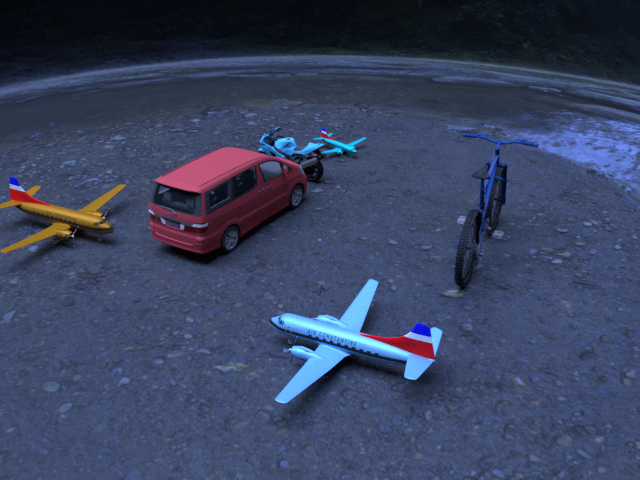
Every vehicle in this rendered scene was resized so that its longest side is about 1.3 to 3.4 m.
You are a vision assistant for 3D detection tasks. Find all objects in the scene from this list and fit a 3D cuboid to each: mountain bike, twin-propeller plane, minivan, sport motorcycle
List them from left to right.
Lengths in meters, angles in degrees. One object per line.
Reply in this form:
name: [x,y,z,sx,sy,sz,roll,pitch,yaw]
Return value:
twin-propeller plane: [-4.140,-0.483,11.108,2.129,0.792,2.663,13,31,22]
minivan: [-1.378,-0.830,11.325,1.324,1.197,3.011,16,32,27]
sport motorcycle: [-0.565,-1.603,13.165,1.520,0.821,0.506,17,32,28]
twin-propeller plane: [0.382,-1.988,14.321,1.370,0.407,1.095,-23,36,-36]
twin-propeller plane: [0.322,1.090,8.173,2.129,0.792,2.663,13,31,22]
mountain bike: [2.427,-0.534,10.255,1.114,1.688,2.857,12,30,21]
